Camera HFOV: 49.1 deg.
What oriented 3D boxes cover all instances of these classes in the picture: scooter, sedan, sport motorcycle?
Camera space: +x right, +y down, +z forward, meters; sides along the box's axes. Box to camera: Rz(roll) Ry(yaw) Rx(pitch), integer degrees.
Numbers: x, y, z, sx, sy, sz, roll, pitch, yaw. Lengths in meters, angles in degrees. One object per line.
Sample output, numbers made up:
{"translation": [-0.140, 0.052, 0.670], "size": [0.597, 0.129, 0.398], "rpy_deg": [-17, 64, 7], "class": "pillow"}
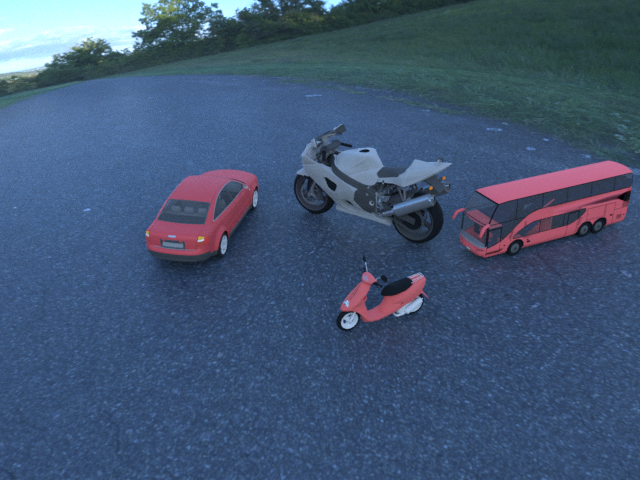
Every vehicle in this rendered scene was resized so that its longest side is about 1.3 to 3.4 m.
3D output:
{"translation": [0.862, 0.712, 9.470], "size": [1.399, 0.919, 0.662], "rpy_deg": [-12, 30, -21], "class": "scooter"}
{"translation": [-1.918, -0.621, 11.938], "size": [1.235, 0.940, 3.137], "rpy_deg": [6, 29, 11], "class": "sedan"}
{"translation": [0.788, -0.937, 11.833], "size": [2.955, 1.596, 0.983], "rpy_deg": [17, 32, 28], "class": "sport motorcycle"}

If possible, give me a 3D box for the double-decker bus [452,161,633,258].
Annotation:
{"translation": [3.754, -0.521, 11.633], "size": [3.251, 1.052, 0.756], "rpy_deg": [-13, 31, -23], "class": "double-decker bus"}
